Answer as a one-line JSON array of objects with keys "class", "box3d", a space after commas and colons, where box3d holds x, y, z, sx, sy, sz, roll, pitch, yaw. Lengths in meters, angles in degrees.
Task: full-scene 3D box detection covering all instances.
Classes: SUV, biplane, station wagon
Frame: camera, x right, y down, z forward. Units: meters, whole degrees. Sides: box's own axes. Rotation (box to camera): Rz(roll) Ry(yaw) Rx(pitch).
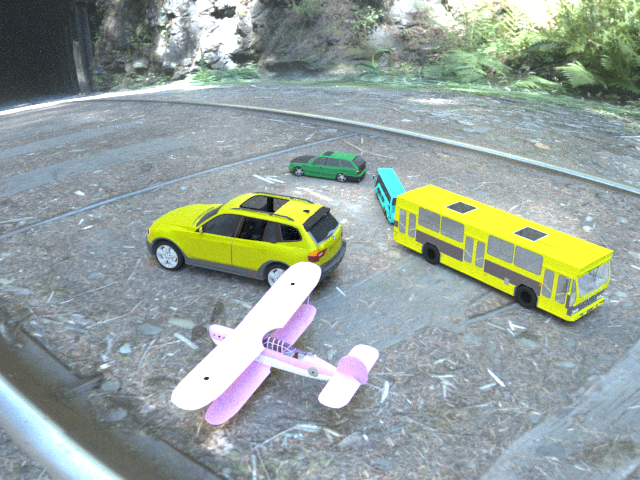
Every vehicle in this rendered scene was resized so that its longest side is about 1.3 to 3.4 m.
[{"class": "SUV", "box3d": [-1.133, -0.107, 10.447, 3.058, 1.128, 1.276, 11, 27, 21]}, {"class": "biplane", "box3d": [-0.450, 1.278, 7.690, 2.120, 0.981, 2.598, 13, 28, 26]}, {"class": "station wagon", "box3d": [0.142, -1.545, 14.254, 1.597, 0.473, 0.682, 10, 27, 19]}]

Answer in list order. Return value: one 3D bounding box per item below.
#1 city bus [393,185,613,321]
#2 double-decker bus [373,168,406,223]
[{"class": "city bus", "box3d": [2.516, 0.124, 10.232, 0.926, 0.894, 3.255, -20, 32, -35]}, {"class": "double-decker bus", "box3d": [1.280, -0.836, 12.675, 0.389, 0.541, 1.672, -2, 25, -5]}]
